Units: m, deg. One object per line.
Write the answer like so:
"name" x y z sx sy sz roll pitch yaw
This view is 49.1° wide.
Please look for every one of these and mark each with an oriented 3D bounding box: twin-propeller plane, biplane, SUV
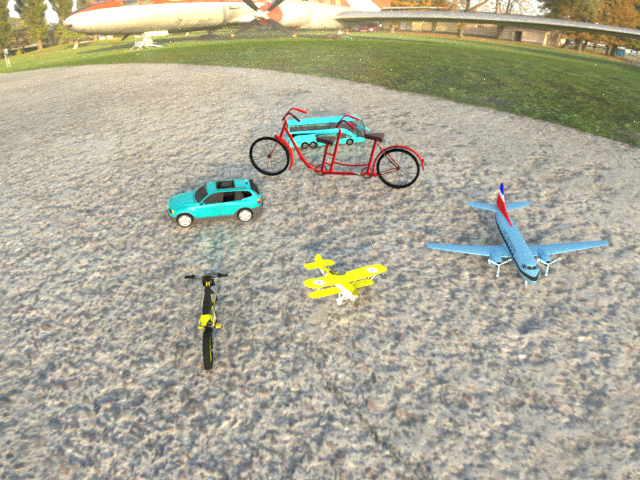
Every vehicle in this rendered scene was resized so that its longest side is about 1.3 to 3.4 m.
"twin-propeller plane" 2.867 -0.088 10.313 2.663 0.792 2.129 -1 31 -2
"biplane" 0.258 0.531 9.548 1.336 0.504 1.090 -20 36 -30
"SUV" -1.718 -0.647 11.468 1.572 0.580 0.656 -5 31 -9

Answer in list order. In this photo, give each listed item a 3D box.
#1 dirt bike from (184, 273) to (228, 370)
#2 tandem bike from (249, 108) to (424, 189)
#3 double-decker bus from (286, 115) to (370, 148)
"dirt bike" -1.375 0.875 8.617 0.527 0.857 1.493 -2 31 -4
"tandem bike" 0.260 -1.615 12.376 3.192 1.326 0.550 6 31 11
"double-decker bus" 0.146 -2.188 14.119 1.672 0.541 0.389 -6 31 -10
